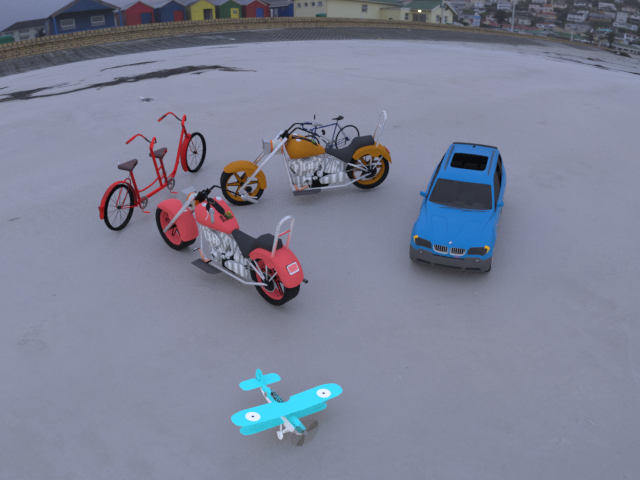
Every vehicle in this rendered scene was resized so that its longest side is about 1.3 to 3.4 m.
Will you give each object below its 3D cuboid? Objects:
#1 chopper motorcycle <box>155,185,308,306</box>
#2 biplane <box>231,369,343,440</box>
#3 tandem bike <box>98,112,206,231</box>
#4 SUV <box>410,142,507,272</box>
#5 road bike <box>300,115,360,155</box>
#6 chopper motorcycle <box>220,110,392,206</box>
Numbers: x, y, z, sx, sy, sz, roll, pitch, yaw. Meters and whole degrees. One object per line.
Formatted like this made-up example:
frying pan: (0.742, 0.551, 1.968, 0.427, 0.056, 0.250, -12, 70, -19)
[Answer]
chopper motorcycle: (-1.392, -0.140, 9.944, 3.040, 1.480, 0.906, 26, 39, 36)
biplane: (-0.419, 1.796, 7.641, 1.336, 0.504, 1.090, -19, 36, -29)
tandem bike: (-2.811, -1.300, 12.047, 0.550, 1.326, 3.192, 12, 33, 19)
SUV: (2.260, -0.612, 11.081, 1.276, 1.128, 3.058, 9, 32, 15)
road bike: (0.150, -1.982, 13.657, 1.545, 0.852, 0.358, -19, 35, -28)
chopper motorcycle: (-0.222, -1.421, 12.100, 3.040, 1.480, 0.906, -7, 31, -11)
